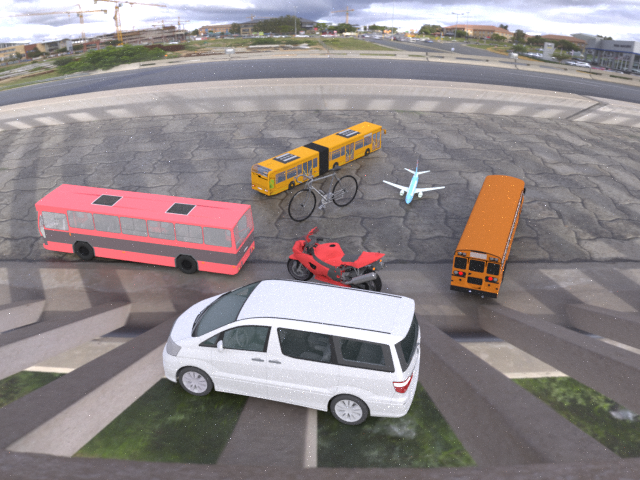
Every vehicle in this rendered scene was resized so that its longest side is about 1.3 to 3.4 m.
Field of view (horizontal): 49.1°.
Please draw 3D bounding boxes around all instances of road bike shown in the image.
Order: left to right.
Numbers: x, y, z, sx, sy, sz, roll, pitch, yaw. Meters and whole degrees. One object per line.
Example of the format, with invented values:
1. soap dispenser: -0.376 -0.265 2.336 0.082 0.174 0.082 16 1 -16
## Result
1. road bike: 0.073 -0.842 12.152 1.545 0.852 0.358 -21 35 -33

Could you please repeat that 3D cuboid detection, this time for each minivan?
1. minivan: -0.358 1.165 8.132 3.011 1.197 1.324 7 30 13

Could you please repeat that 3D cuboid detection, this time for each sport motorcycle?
1. sport motorcycle: 0.203 0.353 10.004 1.520 0.821 0.506 13 31 22

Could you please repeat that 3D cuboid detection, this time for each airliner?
1. airliner: 1.725 -1.068 13.002 1.161 0.429 1.307 7 30 13

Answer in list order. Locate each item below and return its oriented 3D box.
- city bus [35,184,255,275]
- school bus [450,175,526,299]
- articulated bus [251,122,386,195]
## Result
1. city bus: -2.692 -0.151 10.847 3.255 0.894 0.926 7 29 12
2. school bus: 2.718 -0.212 11.011 0.709 0.844 3.322 10 30 18
3. articulated bus: 0.037 -1.669 13.962 0.605 0.561 3.401 24 37 36
